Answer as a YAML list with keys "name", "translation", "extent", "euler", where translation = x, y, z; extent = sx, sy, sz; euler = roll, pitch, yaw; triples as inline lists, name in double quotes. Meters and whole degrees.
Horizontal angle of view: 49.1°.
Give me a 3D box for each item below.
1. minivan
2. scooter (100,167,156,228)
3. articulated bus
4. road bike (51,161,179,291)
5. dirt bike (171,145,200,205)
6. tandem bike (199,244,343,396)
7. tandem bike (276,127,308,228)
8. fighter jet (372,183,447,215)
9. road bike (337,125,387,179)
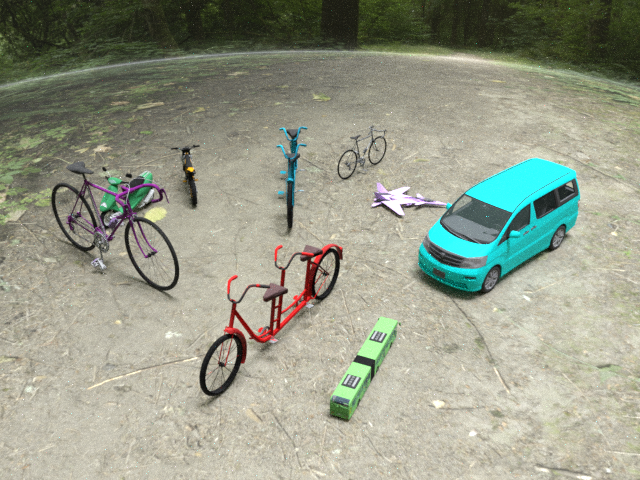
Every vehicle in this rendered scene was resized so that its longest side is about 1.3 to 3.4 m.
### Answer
- name: "minivan"
  translation: [2.837, -0.290, 10.918]
  extent: [3.011, 1.197, 1.324]
  euler: [-25, 38, -36]
- name: "scooter"
  translation: [-3.364, -0.851, 12.182]
  extent: [0.662, 0.919, 1.399]
  euler: [15, 33, 25]
- name: "articulated bus"
  translation: [0.574, 1.534, 8.640]
  extent: [0.311, 0.289, 1.749]
  euler: [12, 32, 21]
- name: "road bike"
  translation: [-3.158, -0.290, 10.456]
  extent: [3.004, 1.656, 0.697]
  euler: [21, 36, 32]
- name: "dirt bike"
  translation: [-2.440, -1.279, 12.994]
  extent: [0.527, 0.857, 1.493]
  euler: [-8, 31, -14]
- name: "tandem bike"
  translation: [-0.518, 0.728, 9.006]
  extent: [0.550, 1.326, 3.192]
  euler: [17, 34, 27]
- name: "tandem bike"
  translation: [-0.502, -1.414, 12.756]
  extent: [0.550, 1.326, 3.192]
  euler: [0, 30, 0]
- name: "fighter jet"
  translation: [1.647, -0.771, 12.678]
  extent: [1.358, 0.286, 1.147]
  euler: [6, 30, 10]
- name: "road bike"
  translation: [0.850, -1.751, 13.826]
  extent: [0.358, 0.852, 1.545]
  euler: [24, 37, 35]
